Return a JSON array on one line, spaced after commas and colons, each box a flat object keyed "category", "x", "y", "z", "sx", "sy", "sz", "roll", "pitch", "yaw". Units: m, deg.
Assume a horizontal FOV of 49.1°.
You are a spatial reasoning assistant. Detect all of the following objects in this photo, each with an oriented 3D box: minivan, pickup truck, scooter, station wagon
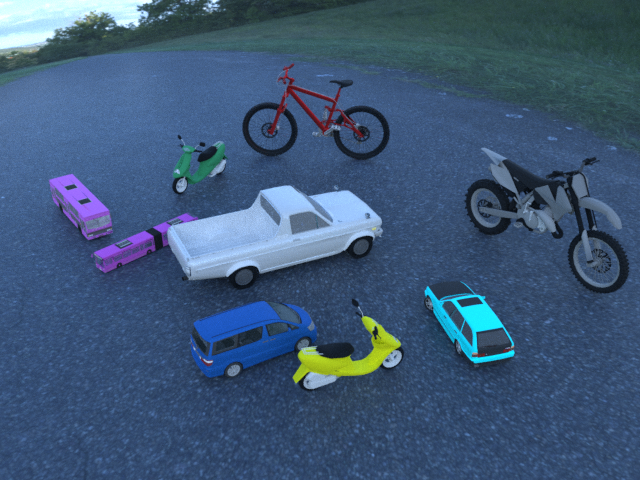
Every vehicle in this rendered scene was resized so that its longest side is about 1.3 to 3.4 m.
[{"category": "minivan", "x": -0.784, "y": 1.126, "z": 8.536, "sx": 1.548, "sy": 0.616, "sz": 0.681, "roll": -17, "pitch": 35, "yaw": -26}, {"category": "pickup truck", "x": -0.633, "y": -0.168, "z": 10.340, "sx": 3.117, "sy": 0.993, "sz": 1.244, "roll": -14, "pitch": 33, "yaw": -22}, {"category": "scooter", "x": -2.158, "y": -1.439, "z": 12.548, "sx": 0.662, "sy": 0.919, "sz": 1.399, "roll": 20, "pitch": 36, "yaw": 30}, {"category": "scooter", "x": 0.355, "y": 1.249, "z": 8.032, "sx": 1.399, "sy": 0.919, "sz": 0.662, "roll": -12, "pitch": 33, "yaw": -19}, {"category": "station wagon", "x": 1.876, "y": 0.959, "z": 8.955, "sx": 0.682, "sy": 0.473, "sz": 1.597, "roll": -8, "pitch": 32, "yaw": -13}]

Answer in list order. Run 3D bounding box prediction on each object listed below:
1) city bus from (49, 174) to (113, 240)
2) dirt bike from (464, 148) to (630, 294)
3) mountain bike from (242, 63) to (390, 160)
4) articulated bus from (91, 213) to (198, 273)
[{"category": "city bus", "x": -3.938, "y": -0.546, "z": 11.495, "sx": 0.476, "sy": 0.460, "sz": 1.674, "roll": -21, "pitch": 37, "yaw": -31}, {"category": "dirt bike", "x": 3.239, "y": -0.431, "z": 10.124, "sx": 1.024, "sy": 1.666, "sz": 2.903, "roll": -20, "pitch": 36, "yaw": -30}, {"category": "mountain bike", "x": -0.088, "y": -2.356, "z": 13.337, "sx": 2.857, "sy": 1.688, "sz": 1.114, "roll": 3, "pitch": 31, "yaw": 5}, {"category": "articulated bus", "x": -2.625, "y": 0.021, "z": 10.711, "sx": 0.311, "sy": 0.289, "sz": 1.749, "roll": 26, "pitch": 40, "yaw": 37}]
